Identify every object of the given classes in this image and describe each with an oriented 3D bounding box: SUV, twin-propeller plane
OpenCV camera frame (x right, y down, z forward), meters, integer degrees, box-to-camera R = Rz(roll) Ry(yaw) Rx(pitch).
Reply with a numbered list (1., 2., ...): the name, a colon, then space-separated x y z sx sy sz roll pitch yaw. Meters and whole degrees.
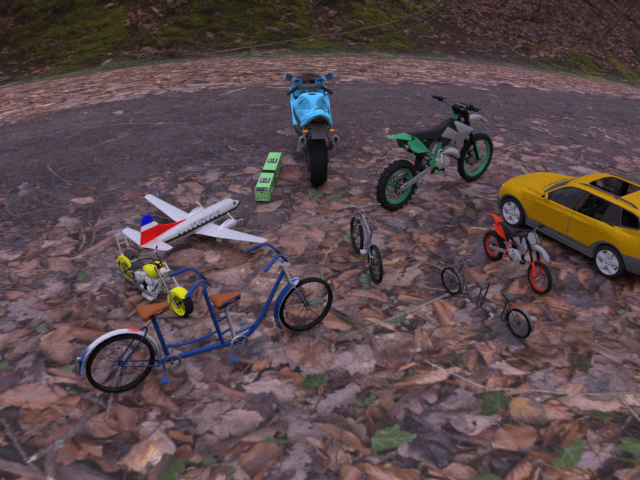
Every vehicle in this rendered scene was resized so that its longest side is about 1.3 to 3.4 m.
1. SUV: 4.151 -0.472 10.809 1.276 1.128 3.058 -17 33 -28
2. twin-propeller plane: -1.978 -0.346 10.929 2.663 0.792 2.129 20 34 32

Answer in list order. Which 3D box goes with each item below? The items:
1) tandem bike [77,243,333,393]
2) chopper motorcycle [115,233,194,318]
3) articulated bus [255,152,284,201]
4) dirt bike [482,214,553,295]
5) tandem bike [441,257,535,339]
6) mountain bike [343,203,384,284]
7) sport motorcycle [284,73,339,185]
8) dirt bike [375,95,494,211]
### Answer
1. tandem bike: -1.229 0.862 8.162 3.192 1.326 0.550 -15 32 -26
2. chopper motorcycle: -2.266 0.467 9.473 1.563 0.761 0.466 24 37 36
3. articulated bus: -0.938 -1.194 13.007 0.311 0.289 1.749 2 29 4
4. dirt bike: 2.824 0.135 9.981 0.527 0.857 1.493 -12 31 -21
5. tandem bike: 2.160 0.693 9.142 0.283 0.682 1.642 -18 33 -30
6. mountain bike: 0.675 -0.005 10.226 0.573 0.868 1.469 -7 29 -12
7. sport motorcycle: -0.142 -2.231 13.542 0.983 1.596 2.955 -3 29 -5
8. dirt bike: 2.084 -1.561 12.242 2.903 1.666 1.024 -21 35 -33
